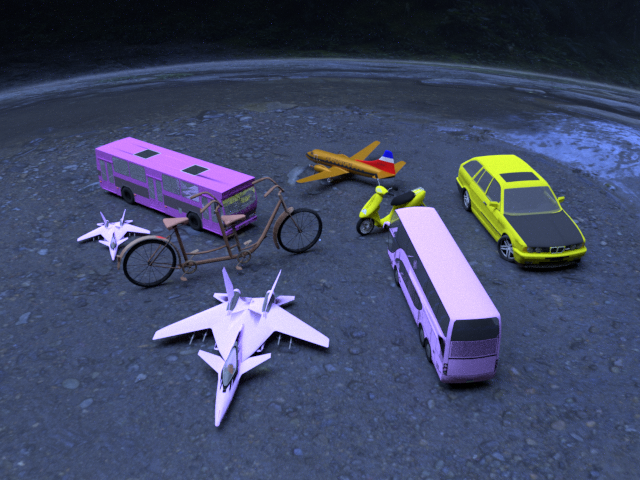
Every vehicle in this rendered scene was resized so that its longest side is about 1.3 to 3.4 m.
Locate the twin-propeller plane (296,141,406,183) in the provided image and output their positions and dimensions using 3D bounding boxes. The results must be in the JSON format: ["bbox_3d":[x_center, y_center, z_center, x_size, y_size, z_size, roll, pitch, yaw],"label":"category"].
[{"bbox_3d":[0.557,-1.550,13.532,2.129,0.792,2.663,20,34,32],"label":"twin-propeller plane"}]

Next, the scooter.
[{"bbox_3d":[1.213,-0.611,11.655,1.399,0.919,0.662,-14,32,-25],"label":"scooter"}]

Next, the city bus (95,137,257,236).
[{"bbox_3d":[-2.579,-0.958,12.325,3.255,0.894,0.926,20,34,32],"label":"city bus"}]

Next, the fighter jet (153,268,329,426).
[{"bbox_3d":[-1.017,1.231,8.618,2.229,0.557,2.640,2,28,4],"label":"fighter jet"}]

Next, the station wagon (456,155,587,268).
[{"bbox_3d":[3.285,-0.611,11.654,1.327,0.920,3.105,-4,29,-8],"label":"station wagon"}]

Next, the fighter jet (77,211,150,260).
[{"bbox_3d":[-3.346,-0.079,11.335,1.147,0.286,1.358,-7,29,-12],"label":"fighter jet"}]

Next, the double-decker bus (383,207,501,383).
[{"bbox_3d":[1.538,0.562,9.338,0.756,1.052,3.251,-3,29,-6],"label":"double-decker bus"}]

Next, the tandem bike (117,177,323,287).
[{"bbox_3d":[-1.411,-0.137,10.346,3.192,1.326,0.550,-12,31,-22],"label":"tandem bike"}]
